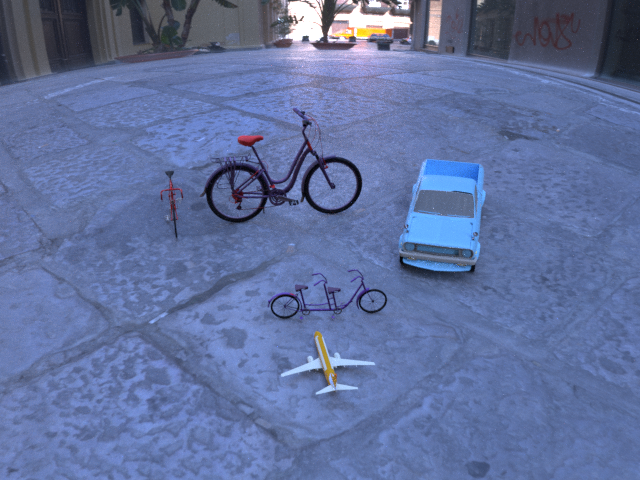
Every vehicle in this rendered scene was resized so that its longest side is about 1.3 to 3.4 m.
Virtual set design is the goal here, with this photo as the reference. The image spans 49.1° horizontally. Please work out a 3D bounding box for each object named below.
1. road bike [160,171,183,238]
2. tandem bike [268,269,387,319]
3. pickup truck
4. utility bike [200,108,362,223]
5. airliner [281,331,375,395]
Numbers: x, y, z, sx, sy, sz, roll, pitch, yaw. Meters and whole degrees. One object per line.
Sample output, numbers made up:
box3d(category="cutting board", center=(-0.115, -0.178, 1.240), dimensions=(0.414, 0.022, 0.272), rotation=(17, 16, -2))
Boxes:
box3d(category="road bike", center=(-2.486, -0.674, 11.807), dimensions=(0.358, 0.852, 1.545), rotation=(-6, 31, -11))
box3d(category="tandem bike", center=(0.108, 0.752, 9.504), dimensions=(1.642, 0.682, 0.283), rotation=(-3, 30, -5))
box3d(category="pickup truck", center=(2.069, -0.576, 11.496), dimensions=(1.244, 0.993, 3.117), rotation=(7, 31, 12))
box3d(category="utility bike", center=(-0.659, -1.246, 11.811), dimensions=(2.791, 1.839, 1.039), rotation=(-5, 30, -9))
box3d(category="airliner", center=(0.074, 1.420, 8.596), dimensions=(1.161, 0.429, 1.307), rotation=(-5, 30, -9))
